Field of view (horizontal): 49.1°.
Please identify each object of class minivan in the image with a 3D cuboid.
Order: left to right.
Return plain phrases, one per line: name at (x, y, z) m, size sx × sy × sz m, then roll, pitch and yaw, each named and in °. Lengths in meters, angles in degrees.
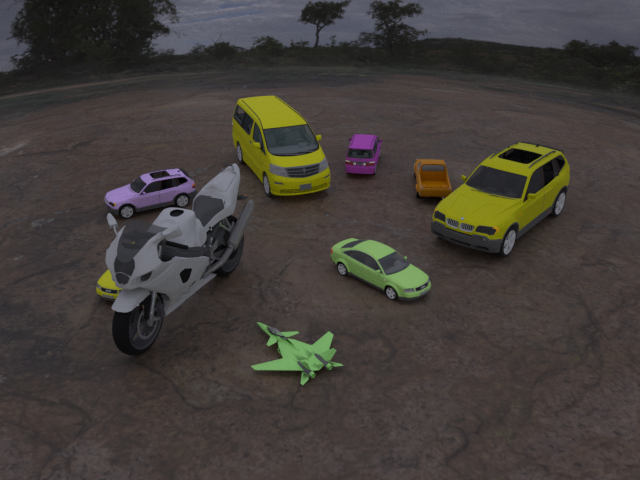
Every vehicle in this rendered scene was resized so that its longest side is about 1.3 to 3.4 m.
minivan at (-0.799, -1.837, 13.394) m, size 1.324 × 1.197 × 3.011 m, roll -10°, pitch 28°, yaw -19°
minivan at (0.869, -1.775, 13.921) m, size 0.681 × 0.616 × 1.548 m, roll 4°, pitch 27°, yaw 8°

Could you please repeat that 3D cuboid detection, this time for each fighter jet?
fighter jet at (-0.377, 1.202, 8.335) m, size 1.147 × 0.286 × 1.358 m, roll -19°, pitch 32°, yaw -33°

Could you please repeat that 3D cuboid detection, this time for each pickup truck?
pickup truck at (2.062, -1.175, 12.838) m, size 0.640 × 0.511 × 1.603 m, roll 2°, pitch 27°, yaw 4°

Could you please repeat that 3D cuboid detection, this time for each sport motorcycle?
sport motorcycle at (-1.741, 0.165, 8.944) m, size 0.983 × 1.596 × 2.955 m, roll 10°, pitch 28°, yaw 19°

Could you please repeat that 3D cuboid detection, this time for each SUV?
SUV at (-2.927, -0.844, 12.097) m, size 1.572 × 0.580 × 0.656 m, roll -14°, pitch 30°, yaw -26°
SUV at (3.003, -0.763, 11.323) m, size 1.276 × 1.128 × 3.058 m, roll 20°, pitch 33°, yaw 35°

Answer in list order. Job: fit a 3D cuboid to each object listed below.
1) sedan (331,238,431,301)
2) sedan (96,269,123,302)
sedan at (0.838, 0.350, 9.818) m, size 0.635 × 0.483 × 1.613 m, roll -23°, pitch 34°, yaw -38°
sedan at (-2.529, 0.322, 9.875) m, size 0.635 × 0.483 × 1.613 m, roll 9°, pitch 28°, yaw 18°
